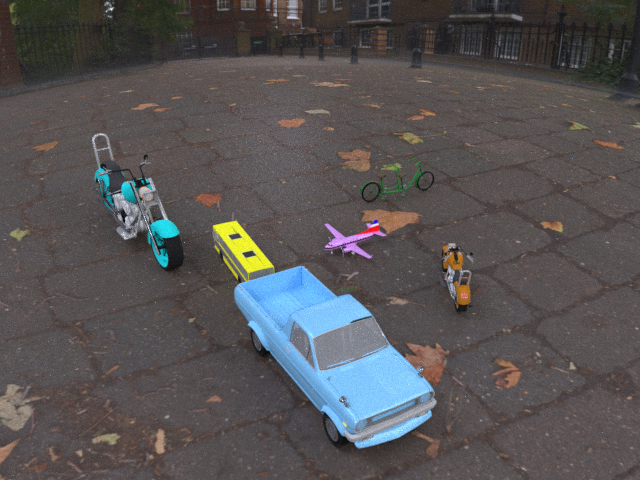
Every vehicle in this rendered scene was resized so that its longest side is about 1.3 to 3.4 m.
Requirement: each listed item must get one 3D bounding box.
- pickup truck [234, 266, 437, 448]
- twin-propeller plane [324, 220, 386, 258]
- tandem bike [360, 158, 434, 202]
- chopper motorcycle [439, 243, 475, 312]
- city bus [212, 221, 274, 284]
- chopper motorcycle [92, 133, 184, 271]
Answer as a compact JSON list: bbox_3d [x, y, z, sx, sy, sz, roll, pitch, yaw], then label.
[{"bbox_3d":[0.061,1.208,8.557,1.244,0.993,3.117,-15,32,-26],"label":"pickup truck"},{"bbox_3d":[0.531,-0.047,11.512,1.095,0.407,1.370,-16,32,-27],"label":"twin-propeller plane"},{"bbox_3d":[1.481,-1.142,13.261,1.642,0.682,0.283,-13,31,-22],"label":"tandem bike"},{"bbox_3d":[1.985,0.417,10.274,0.466,0.761,1.563,0,28,0],"label":"chopper motorcycle"},{"bbox_3d":[-1.199,0.277,10.854,0.476,0.460,1.674,-13,31,-22],"label":"city bus"},{"bbox_3d":[-3.062,-0.675,11.549,0.906,1.480,3.040,-19,33,-31],"label":"chopper motorcycle"}]
